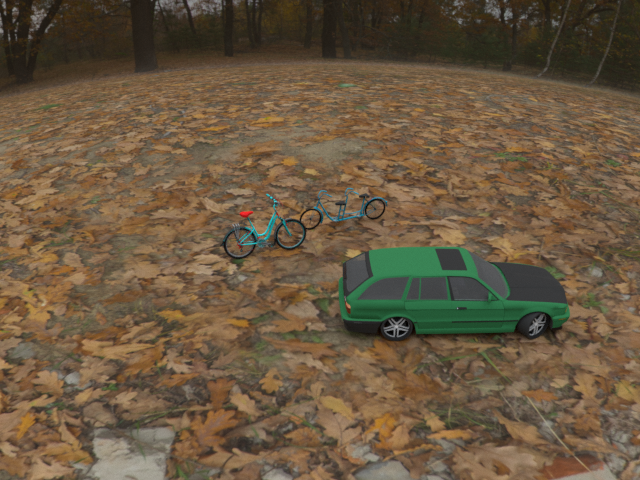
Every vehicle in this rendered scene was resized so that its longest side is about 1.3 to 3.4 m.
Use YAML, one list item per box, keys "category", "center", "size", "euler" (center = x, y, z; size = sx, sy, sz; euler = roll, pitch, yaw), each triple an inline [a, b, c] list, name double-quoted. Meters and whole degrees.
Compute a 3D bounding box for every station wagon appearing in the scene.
- category: "station wagon"
  center: [1.813, 0.649, 9.545]
  size: [3.105, 0.920, 1.327]
  euler: [-1, 28, -1]

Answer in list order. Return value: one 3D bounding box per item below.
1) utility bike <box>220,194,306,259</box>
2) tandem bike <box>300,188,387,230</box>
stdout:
- category: "utility bike"
  center: [-0.917, -0.219, 11.154]
  size: [1.435, 0.946, 0.535]
  euler: [-10, 30, -18]
- category: "tandem bike"
  center: [0.424, -0.577, 12.108]
  size: [1.642, 0.682, 0.283]
  euler: [-10, 29, -18]
